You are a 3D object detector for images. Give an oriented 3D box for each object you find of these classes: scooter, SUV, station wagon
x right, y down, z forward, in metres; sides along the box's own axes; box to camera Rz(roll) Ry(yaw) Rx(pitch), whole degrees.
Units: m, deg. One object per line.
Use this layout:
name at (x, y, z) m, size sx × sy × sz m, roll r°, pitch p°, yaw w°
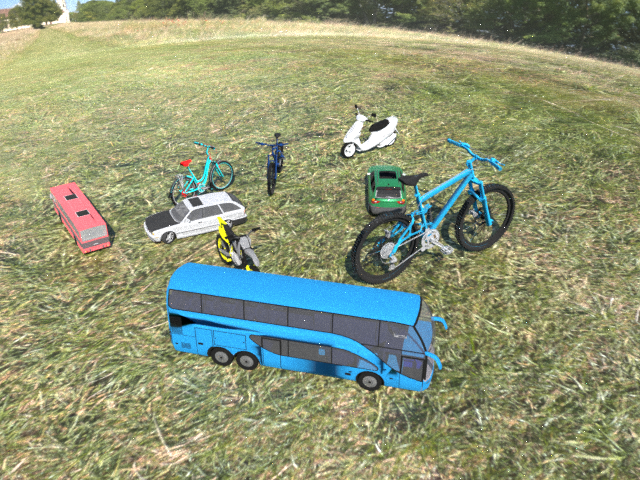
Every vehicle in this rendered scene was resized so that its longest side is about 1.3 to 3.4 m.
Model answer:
scooter at (0.986, -2.136, 13.555) m, size 1.399 × 0.919 × 0.662 m, roll -19°, pitch 36°, yaw -29°
SUV at (1.130, -0.940, 11.895) m, size 0.656 × 0.580 × 1.572 m, roll 1°, pitch 31°, yaw 2°
station wagon at (-1.987, -0.394, 11.092) m, size 1.597 × 0.473 × 0.682 m, roll -14°, pitch 34°, yaw -22°

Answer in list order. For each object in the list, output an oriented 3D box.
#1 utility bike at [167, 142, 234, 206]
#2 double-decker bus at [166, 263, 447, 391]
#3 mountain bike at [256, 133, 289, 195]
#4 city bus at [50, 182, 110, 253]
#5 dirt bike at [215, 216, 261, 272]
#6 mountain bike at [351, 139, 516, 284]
utility bike at (-2.058, -1.148, 11.887) m, size 0.535 × 0.946 × 1.435 m, roll 25°, pitch 39°, yaw 35°
double-decker bus at (-0.179, 1.015, 8.189) m, size 3.251 × 1.052 × 0.756 m, roll 7°, pitch 32°, yaw 12°
mountain bike at (-0.793, -1.428, 12.427) m, size 0.573 × 0.868 × 1.469 m, roll 3°, pitch 31°, yaw 5°
city bus at (-3.796, -0.353, 11.036) m, size 0.476 × 0.460 × 1.674 m, roll -18°, pitch 36°, yaw -27°
dirt bike at (-1.127, 0.183, 9.761) m, size 0.527 × 0.857 × 1.493 m, roll -17°, pitch 35°, yaw -26°
mountain bike at (1.682, -0.359, 9.856) m, size 2.857 × 1.688 × 1.114 m, roll -16°, pitch 35°, yaw -25°
